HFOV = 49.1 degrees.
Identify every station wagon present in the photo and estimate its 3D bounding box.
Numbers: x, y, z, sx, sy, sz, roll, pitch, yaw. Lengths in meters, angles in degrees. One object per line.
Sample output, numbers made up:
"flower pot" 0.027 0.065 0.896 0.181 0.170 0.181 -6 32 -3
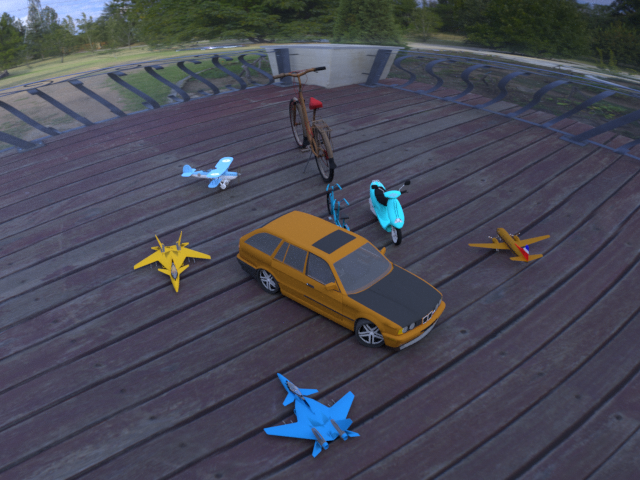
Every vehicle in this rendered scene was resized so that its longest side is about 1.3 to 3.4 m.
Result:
"station wagon" 0.245 0.425 9.737 3.105 0.920 1.327 24 39 35

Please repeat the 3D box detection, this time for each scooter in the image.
"scooter" 1.086 -0.593 11.443 0.662 0.919 1.399 -8 32 -13

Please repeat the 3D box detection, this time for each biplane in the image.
"biplane" -1.985 -1.220 12.897 1.090 0.504 1.336 3 31 5

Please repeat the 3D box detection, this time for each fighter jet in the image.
"fighter jet" -2.211 0.332 10.510 1.147 0.286 1.358 -8 32 -13
"fighter jet" -0.164 1.843 7.980 1.147 0.286 1.358 -17 35 -27

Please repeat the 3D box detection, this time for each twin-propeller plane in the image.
"twin-propeller plane" 2.998 0.028 10.901 1.370 0.407 1.095 -6 31 -10

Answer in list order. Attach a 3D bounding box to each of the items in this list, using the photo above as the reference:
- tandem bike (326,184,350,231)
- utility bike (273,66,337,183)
"tandem bike" 0.299 -0.434 11.407 0.283 0.682 1.642 -6 31 -10
"utility bike" -0.280 -2.263 13.342 1.039 1.839 2.791 -9 32 -15
